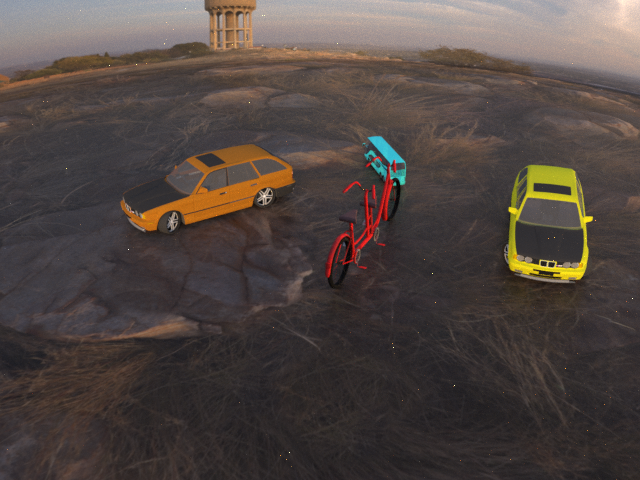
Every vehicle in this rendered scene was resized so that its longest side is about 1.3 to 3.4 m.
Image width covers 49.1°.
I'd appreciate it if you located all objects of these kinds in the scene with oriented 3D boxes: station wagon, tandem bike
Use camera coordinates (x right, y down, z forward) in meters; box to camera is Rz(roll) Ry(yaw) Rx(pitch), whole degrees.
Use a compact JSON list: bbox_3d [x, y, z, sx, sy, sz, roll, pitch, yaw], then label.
[{"bbox_3d":[-1.993,-1.000,12.515,3.105,0.920,1.327,-18,34,-30],"label":"station wagon"},{"bbox_3d":[0.745,-0.407,11.006,0.550,1.326,3.192,12,31,21],"label":"tandem bike"},{"bbox_3d":[3.714,-0.397,11.411,1.327,0.920,3.105,8,30,14],"label":"station wagon"}]

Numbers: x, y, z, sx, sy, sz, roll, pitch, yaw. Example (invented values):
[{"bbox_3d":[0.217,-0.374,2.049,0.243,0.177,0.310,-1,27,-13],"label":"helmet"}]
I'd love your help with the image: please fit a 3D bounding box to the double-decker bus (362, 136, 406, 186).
[{"bbox_3d":[1.280,-1.608,14.024,0.389,0.541,1.672,-7,29,-12],"label":"double-decker bus"}]
